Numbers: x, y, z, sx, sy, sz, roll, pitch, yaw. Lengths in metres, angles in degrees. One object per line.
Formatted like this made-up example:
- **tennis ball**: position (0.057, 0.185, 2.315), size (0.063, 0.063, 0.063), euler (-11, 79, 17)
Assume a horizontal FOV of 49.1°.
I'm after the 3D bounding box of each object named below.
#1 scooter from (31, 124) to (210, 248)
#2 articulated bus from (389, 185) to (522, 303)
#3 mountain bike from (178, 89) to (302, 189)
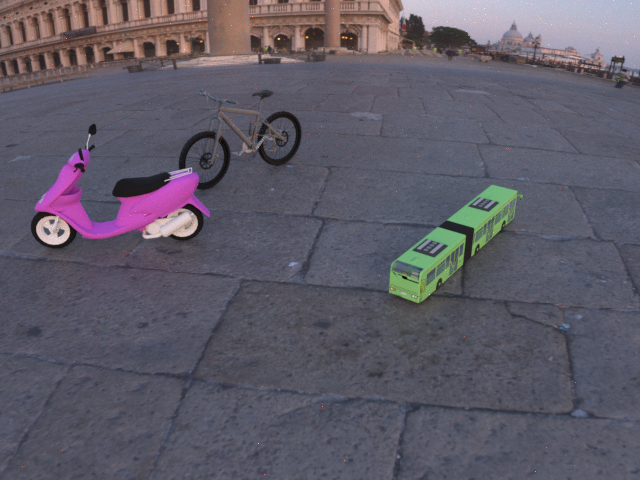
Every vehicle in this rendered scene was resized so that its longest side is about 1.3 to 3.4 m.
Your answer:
- **scooter**: position (-3.082, -0.739, 10.647), size (2.721, 1.786, 1.288), euler (-4, 28, -7)
- **articulated bus**: position (2.124, -0.032, 10.617), size (0.605, 0.561, 3.401), euler (18, 33, 31)
- **mountain bike**: position (-1.448, -1.996, 13.168), size (2.857, 1.688, 1.114), euler (-23, 35, -37)
